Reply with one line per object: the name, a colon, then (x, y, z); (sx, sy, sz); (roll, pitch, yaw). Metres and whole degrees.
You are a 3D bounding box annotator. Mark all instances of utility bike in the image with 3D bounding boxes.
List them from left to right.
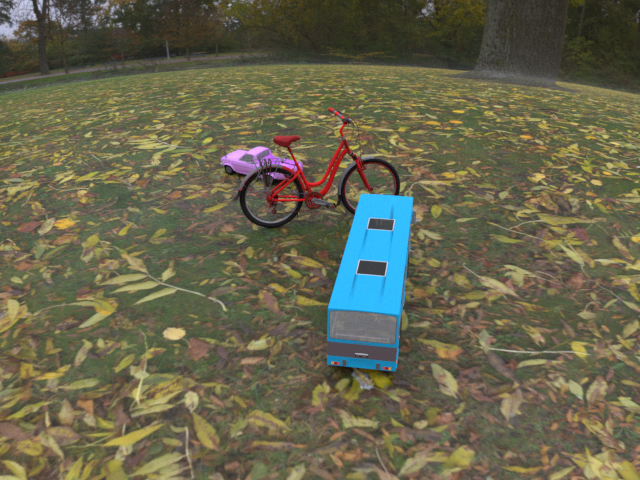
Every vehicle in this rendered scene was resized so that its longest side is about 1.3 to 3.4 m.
utility bike: (-0.049, -1.165, 11.319); (2.791, 1.839, 1.039); (-6, 28, -11)

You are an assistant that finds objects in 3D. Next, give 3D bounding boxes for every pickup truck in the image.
pickup truck: (-1.123, -1.470, 13.361); (1.603, 0.511, 0.640); (15, 31, 27)

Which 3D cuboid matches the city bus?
city bus: (0.734, 0.451, 9.213); (0.926, 0.894, 3.255); (4, 28, 8)
